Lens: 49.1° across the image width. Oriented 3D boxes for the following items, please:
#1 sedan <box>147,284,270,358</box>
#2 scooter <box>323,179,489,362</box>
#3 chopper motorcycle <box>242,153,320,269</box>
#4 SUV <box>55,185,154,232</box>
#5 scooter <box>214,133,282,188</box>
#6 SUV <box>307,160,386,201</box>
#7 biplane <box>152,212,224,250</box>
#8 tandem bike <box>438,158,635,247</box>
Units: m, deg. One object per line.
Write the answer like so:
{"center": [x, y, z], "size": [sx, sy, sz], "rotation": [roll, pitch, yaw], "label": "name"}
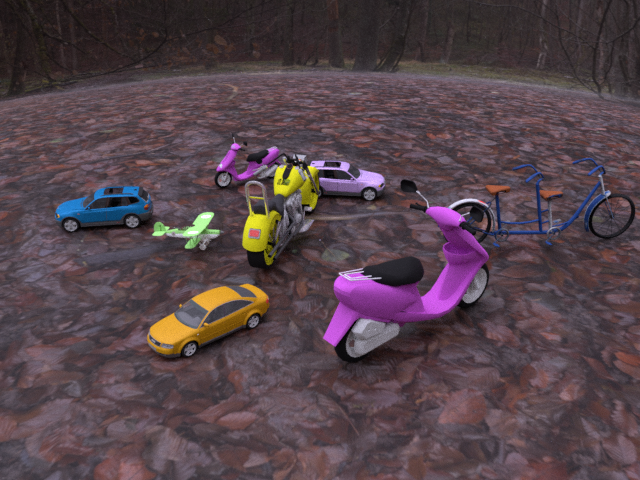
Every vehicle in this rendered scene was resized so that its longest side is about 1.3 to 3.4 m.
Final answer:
{"center": [-1.362, 0.930, 8.623], "size": [1.613, 0.483, 0.635], "rotation": [-21, 33, -37], "label": "sedan"}
{"center": [1.161, 0.346, 8.334], "size": [2.721, 1.786, 1.288], "rotation": [-19, 32, -34], "label": "scooter"}
{"center": [-0.511, -0.692, 10.819], "size": [0.906, 1.480, 3.040], "rotation": [7, 27, 14], "label": "chopper motorcycle"}
{"center": [-3.558, -0.547, 11.550], "size": [1.572, 0.580, 0.656], "rotation": [-4, 26, -8], "label": "SUV"}
{"center": [-1.346, -1.509, 13.144], "size": [1.399, 0.919, 0.662], "rotation": [-14, 29, -27], "label": "scooter"}
{"center": [0.407, -1.110, 12.709], "size": [1.572, 0.580, 0.656], "rotation": [3, 26, 6], "label": "SUV"}
{"center": [-2.006, -0.121, 10.761], "size": [1.090, 0.504, 1.336], "rotation": [1, 26, 3], "label": "biplane"}
{"center": [3.362, -0.537, 10.677], "size": [3.192, 1.326, 0.550], "rotation": [-4, 26, -7], "label": "tandem bike"}
